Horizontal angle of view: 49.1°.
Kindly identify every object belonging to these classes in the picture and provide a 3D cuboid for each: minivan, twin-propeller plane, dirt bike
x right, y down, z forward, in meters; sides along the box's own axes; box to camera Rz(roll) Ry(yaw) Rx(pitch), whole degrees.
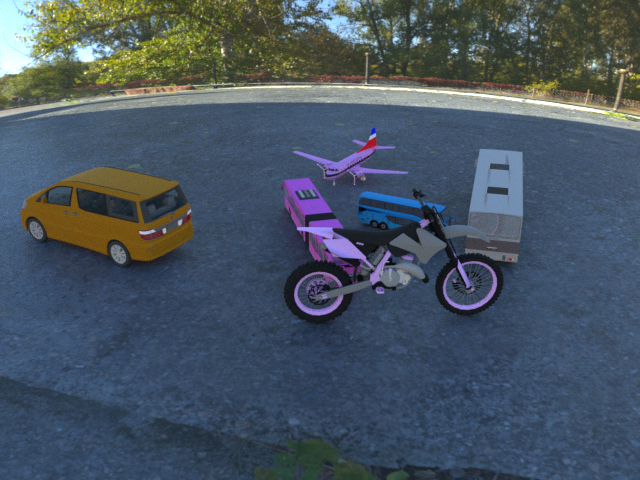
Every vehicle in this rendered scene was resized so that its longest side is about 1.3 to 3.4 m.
[{"bbox_3d":[-3.530,-0.512,11.314,3.011,1.197,1.324,13,28,27],"label":"minivan"},{"bbox_3d":[0.680,-1.717,14.414,2.663,0.792,2.129,14,28,28],"label":"twin-propeller plane"},{"bbox_3d":[0.977,0.288,9.016,2.903,1.666,1.024,-2,25,-5],"label":"dirt bike"}]

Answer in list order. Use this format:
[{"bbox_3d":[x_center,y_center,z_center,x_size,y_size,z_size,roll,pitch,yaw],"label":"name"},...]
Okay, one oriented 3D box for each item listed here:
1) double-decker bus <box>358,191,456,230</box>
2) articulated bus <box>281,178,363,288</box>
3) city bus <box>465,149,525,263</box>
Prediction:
[{"bbox_3d":[1.444,-0.411,11.879,1.672,0.541,0.389,13,28,26],"label":"double-decker bus"},{"bbox_3d":[-0.024,-0.217,11.434,0.605,0.561,3.401,-6,25,-13],"label":"articulated bus"},{"bbox_3d":[3.006,-0.638,11.949,0.926,0.894,3.255,6,25,13],"label":"city bus"}]
